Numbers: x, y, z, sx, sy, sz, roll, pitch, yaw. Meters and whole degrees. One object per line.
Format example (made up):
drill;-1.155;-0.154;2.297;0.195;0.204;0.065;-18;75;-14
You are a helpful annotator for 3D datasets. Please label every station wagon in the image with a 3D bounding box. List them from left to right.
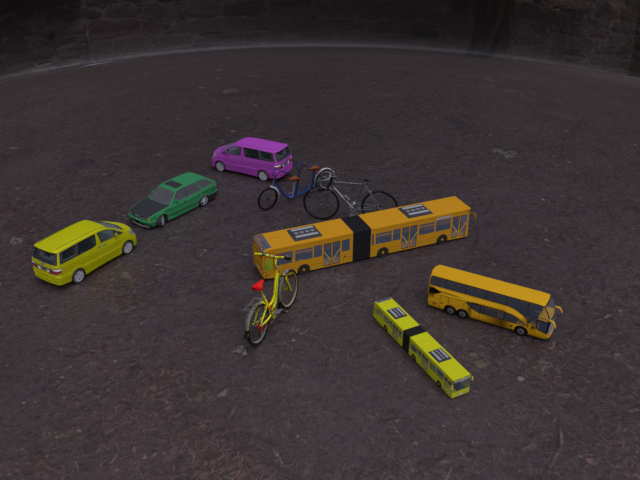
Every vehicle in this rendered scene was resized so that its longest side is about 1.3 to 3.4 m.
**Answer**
station wagon;-2.447;-0.707;11.656;0.682;0.473;1.597;20;35;31

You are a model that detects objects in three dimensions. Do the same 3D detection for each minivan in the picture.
minivan;-3.378;0.077;10.131;0.681;0.616;1.548;17;34;27
minivan;-1.291;-1.558;13.010;1.548;0.616;0.681;14;33;24

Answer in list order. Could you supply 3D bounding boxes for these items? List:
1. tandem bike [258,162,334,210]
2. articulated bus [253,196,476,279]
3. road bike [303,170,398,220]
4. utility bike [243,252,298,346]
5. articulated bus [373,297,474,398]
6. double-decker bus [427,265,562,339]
tandem bike;-0.387;-0.996;11.953;1.642;0.682;0.283;-22;36;-33
articulated bus;0.697;-0.061;10.430;3.401;0.561;0.605;-12;32;-19
road bike;0.487;-0.665;11.200;1.545;0.852;0.358;5;30;9
utility bike;-0.648;0.662;8.767;0.535;0.946;1.435;12;32;21
articulated bus;1.185;1.250;8.397;0.311;0.289;1.749;-14;32;-23
double-decker bus;2.205;0.793;8.947;1.672;0.541;0.389;15;33;25
